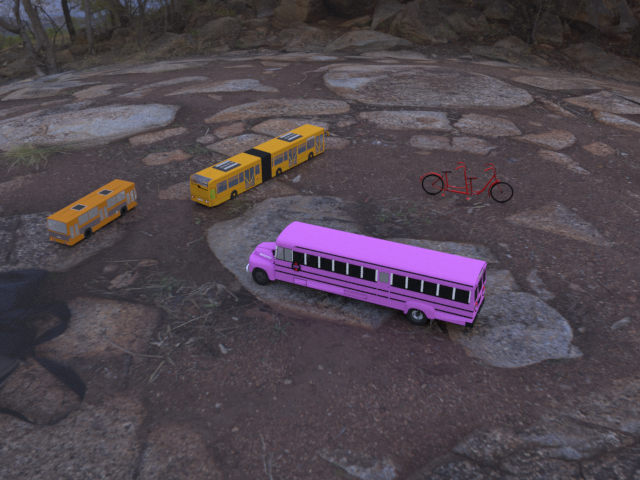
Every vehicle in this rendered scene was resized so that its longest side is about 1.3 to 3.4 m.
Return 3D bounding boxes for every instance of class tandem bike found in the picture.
[{"bbox_3d":[2.580,-1.039,12.323,1.642,0.682,0.283,8,30,14],"label":"tandem bike"}]

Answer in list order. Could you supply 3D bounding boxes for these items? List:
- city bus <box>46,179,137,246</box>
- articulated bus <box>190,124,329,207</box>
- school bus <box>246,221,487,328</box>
[{"bbox_3d":[-3.695,-0.456,11.487,0.476,0.460,1.674,13,31,22],"label":"city bus"},{"bbox_3d":[-1.063,-1.469,13.235,0.605,0.561,3.401,19,34,31],"label":"articulated bus"},{"bbox_3d":[0.538,0.410,9.502,3.322,0.844,0.709,12,31,21],"label":"school bus"}]
